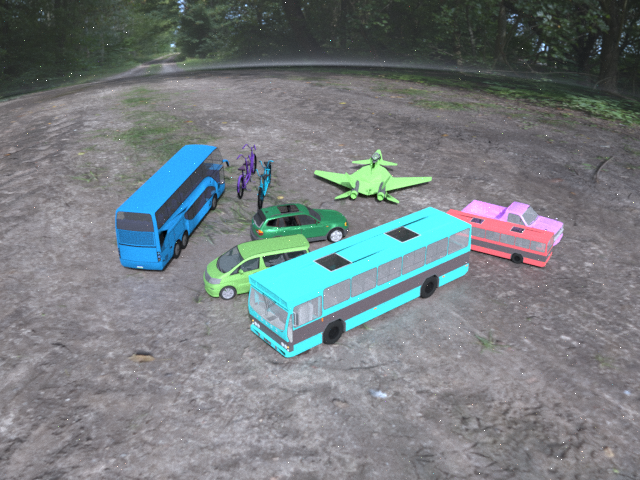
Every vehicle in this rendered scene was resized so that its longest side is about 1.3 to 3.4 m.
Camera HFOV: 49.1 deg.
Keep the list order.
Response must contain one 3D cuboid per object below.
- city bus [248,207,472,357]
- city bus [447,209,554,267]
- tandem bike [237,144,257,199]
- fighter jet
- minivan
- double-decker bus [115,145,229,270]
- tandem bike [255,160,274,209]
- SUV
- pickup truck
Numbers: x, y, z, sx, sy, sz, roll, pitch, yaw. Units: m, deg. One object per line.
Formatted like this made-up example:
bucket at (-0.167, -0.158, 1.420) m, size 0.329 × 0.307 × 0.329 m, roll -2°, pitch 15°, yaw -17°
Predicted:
city bus at (0.621, 0.499, 9.274) m, size 3.255 × 0.894 × 0.926 m, roll -20°, pitch 33°, yaw -34°
city bus at (2.694, -0.024, 10.772) m, size 1.674 × 0.460 × 0.476 m, roll 15°, pitch 31°, yaw 27°
tandem bike at (-1.366, -1.335, 13.091) m, size 0.283 × 0.682 × 1.642 m, roll 3°, pitch 27°, yaw 6°
fighter jet at (1.031, -1.445, 13.443) m, size 2.229 × 0.557 × 2.640 m, roll 4°, pitch 27°, yaw 8°
minivan at (-0.870, 0.357, 9.857) m, size 1.548 × 0.616 × 0.681 m, roll -9°, pitch 28°, yaw -16°
double-decker bus at (-2.308, -0.650, 11.345) m, size 0.756 × 1.052 × 3.251 m, roll 5°, pitch 27°, yaw 9°
tandem bike at (-0.996, -1.106, 12.642) m, size 0.283 × 0.682 × 1.642 m, roll 2°, pitch 27°, yaw 3°
SUV at (-0.322, -0.269, 11.119) m, size 1.572 × 0.580 × 0.656 m, roll -9°, pitch 28°, yaw -16°
pickup truck at (3.089, -0.322, 11.299) m, size 1.603 × 0.511 × 0.640 m, roll 17°, pitch 32°, yaw 30°
